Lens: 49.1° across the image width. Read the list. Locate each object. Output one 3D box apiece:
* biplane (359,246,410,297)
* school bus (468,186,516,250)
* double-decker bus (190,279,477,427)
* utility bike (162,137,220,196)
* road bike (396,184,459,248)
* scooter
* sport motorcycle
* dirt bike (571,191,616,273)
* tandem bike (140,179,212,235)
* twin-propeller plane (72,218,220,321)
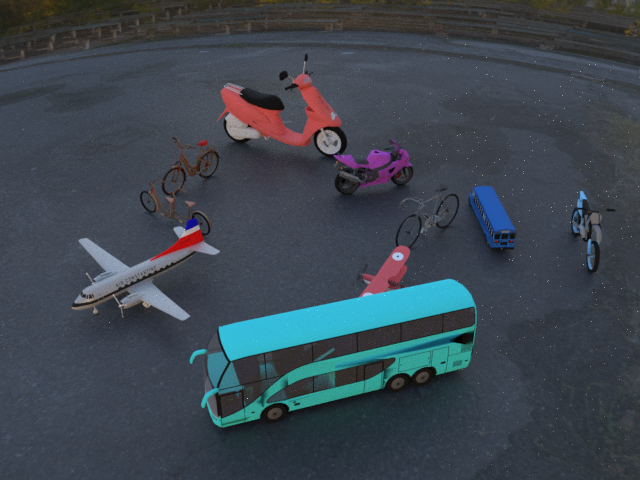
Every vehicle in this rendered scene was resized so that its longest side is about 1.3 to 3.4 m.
[{"bbox_3d":[1.007,0.652,9.477,1.090,0.504,1.336,17,36,26],"label":"biplane"},{"bbox_3d":[2.736,-0.413,11.251,0.365,0.434,1.708,-1,32,-2],"label":"school bus"},{"bbox_3d":[0.203,1.273,7.963,3.251,1.052,0.756,-10,33,-16],"label":"double-decker bus"},{"bbox_3d":[-2.222,-1.364,12.294,0.535,0.946,1.435,22,38,31],"label":"utility bike"},{"bbox_3d":[1.690,-0.394,10.826,1.545,0.852,0.358,-27,41,-36],"label":"road bike"},{"bbox_3d":[-0.761,-2.566,13.428,2.721,1.786,1.288,11,34,17],"label":"scooter"},{"bbox_3d":[0.947,-1.251,12.230,1.520,0.821,0.506,-10,33,-16],"label":"sport motorcycle"},{"bbox_3d":[4.014,-0.184,10.485,0.527,0.857,1.493,3,32,5],"label":"dirt bike"},{"bbox_3d":[-2.348,-0.555,11.246,1.642,0.682,0.283,21,38,30],"label":"tandem bike"},{"bbox_3d":[-2.468,0.369,9.659,2.129,0.792,2.663,-27,41,-36],"label":"twin-propeller plane"}]
